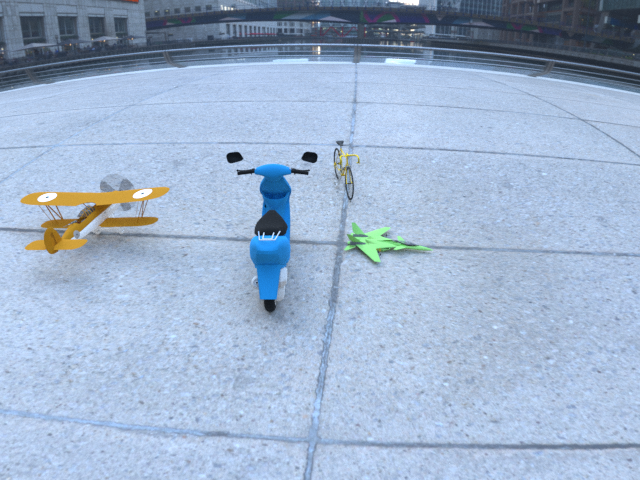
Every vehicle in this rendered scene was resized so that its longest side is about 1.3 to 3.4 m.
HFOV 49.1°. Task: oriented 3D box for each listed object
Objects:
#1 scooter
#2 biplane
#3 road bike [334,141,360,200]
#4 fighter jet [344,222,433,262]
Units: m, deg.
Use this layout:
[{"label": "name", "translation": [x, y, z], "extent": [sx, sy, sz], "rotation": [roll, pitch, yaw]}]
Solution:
[{"label": "scooter", "translation": [-0.672, -0.298, 9.975], "extent": [1.288, 1.786, 2.721], "rotation": [0, 29, 0]}, {"label": "biplane", "translation": [-3.635, -0.309, 10.836], "extent": [2.598, 0.981, 2.120], "rotation": [7, 29, 13]}, {"label": "road bike", "translation": [0.430, -1.346, 12.869], "extent": [0.358, 0.852, 1.545], "rotation": [-6, 29, -10]}, {"label": "fighter jet", "translation": [1.099, 0.009, 10.978], "extent": [1.358, 0.286, 1.147], "rotation": [6, 29, 11]}]
